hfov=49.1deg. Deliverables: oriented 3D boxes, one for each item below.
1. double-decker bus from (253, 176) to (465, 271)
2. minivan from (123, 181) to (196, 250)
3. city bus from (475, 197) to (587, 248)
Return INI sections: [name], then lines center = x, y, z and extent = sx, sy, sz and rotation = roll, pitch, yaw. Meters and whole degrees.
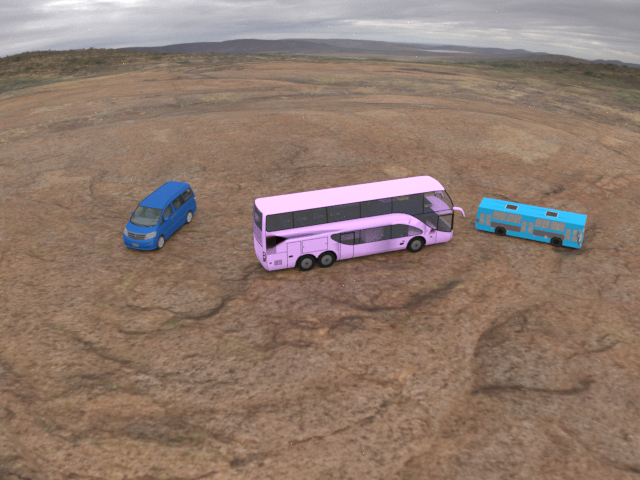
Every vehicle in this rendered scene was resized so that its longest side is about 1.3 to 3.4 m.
[double-decker bus]
center = 0.596, -0.282, 10.742
extent = 3.251, 1.052, 0.756
rotation = -9, 30, -16
[minivan]
center = -2.614, -0.409, 11.439
extent = 0.681, 0.616, 1.548
rotation = 9, 30, 16
[city bus]
center = 3.402, -0.267, 11.339
extent = 1.674, 0.460, 0.476
rotation = 12, 31, 21
